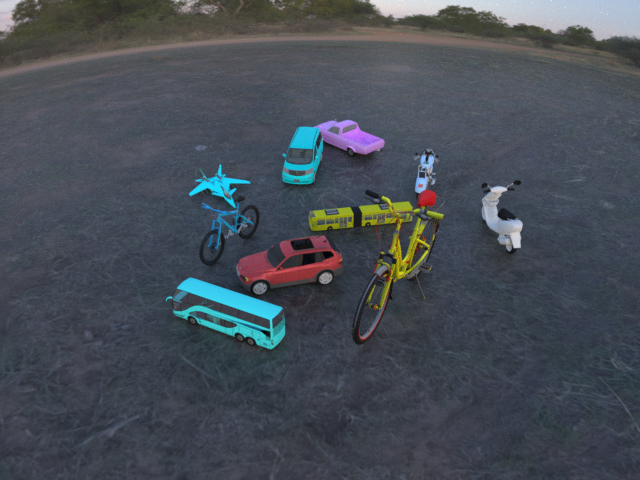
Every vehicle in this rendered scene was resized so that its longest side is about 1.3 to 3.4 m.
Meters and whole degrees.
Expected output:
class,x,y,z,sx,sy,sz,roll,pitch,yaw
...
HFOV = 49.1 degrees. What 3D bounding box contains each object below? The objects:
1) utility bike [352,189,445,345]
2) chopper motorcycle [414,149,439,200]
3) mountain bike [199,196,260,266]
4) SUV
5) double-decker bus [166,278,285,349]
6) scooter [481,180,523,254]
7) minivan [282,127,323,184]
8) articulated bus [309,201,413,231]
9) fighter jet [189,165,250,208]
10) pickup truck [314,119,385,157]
class,x,y,z,sx,sy,sz,roll,pitch,yaw
utility bike,1.191,0.134,9.275,1.039,1.839,2.791,16,35,25
chopper motorcycle,1.930,-1.304,12.714,0.466,0.761,1.563,8,32,13
mountain bike,-1.388,-0.219,10.806,0.573,0.868,1.469,17,35,26
SUV,-0.438,0.323,10.184,1.572,0.580,0.656,-8,32,-13
double-decker bus,-1.241,0.941,9.194,1.672,0.541,0.389,15,34,24
scooter,2.884,-0.441,11.126,0.662,0.919,1.399,-5,31,-9
minivan,-0.317,-1.615,13.373,0.681,0.616,1.548,4,31,7
articulated bus,0.694,-0.396,11.661,1.749,0.289,0.311,-6,32,-10
fighter jet,-1.763,-0.947,12.580,1.147,0.286,1.358,-14,34,-22
pickup truck,0.566,-2.140,14.347,0.640,0.511,1.603,-25,39,-36
